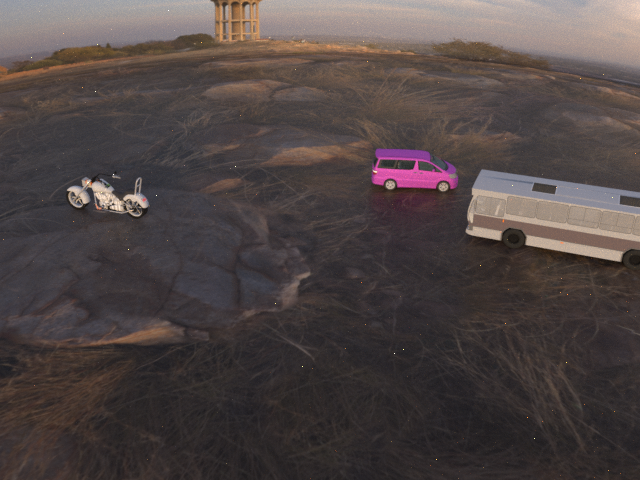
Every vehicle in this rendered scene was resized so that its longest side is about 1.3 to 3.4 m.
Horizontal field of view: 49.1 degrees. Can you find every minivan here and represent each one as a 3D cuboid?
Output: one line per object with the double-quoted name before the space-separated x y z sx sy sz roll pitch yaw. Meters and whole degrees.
"minivan" 1.710 -1.272 12.580 1.548 0.616 0.681 3 29 5

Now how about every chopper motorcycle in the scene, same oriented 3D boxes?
"chopper motorcycle" -3.526 -0.772 11.517 1.563 0.761 0.466 10 30 18

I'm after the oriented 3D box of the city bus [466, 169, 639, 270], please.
"city bus" 3.903 -0.275 10.471 3.255 0.894 0.926 11 31 19
